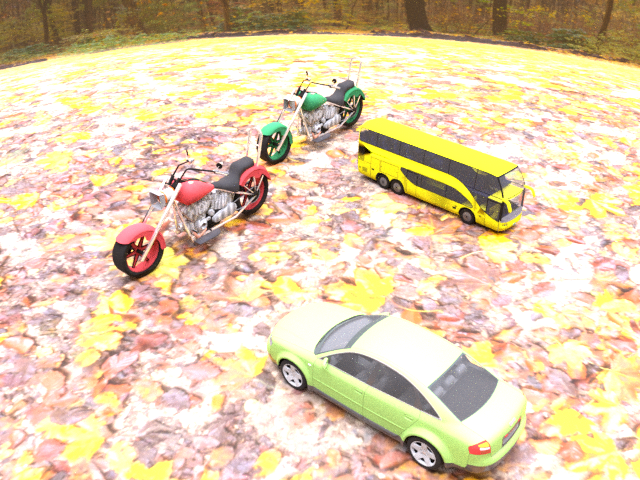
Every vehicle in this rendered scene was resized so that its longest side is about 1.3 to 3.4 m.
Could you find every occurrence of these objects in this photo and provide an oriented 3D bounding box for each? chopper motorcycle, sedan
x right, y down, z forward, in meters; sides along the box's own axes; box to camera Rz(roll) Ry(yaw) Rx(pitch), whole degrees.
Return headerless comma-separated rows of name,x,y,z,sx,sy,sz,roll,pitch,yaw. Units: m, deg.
chopper motorcycle,-1.882,-0.618,10.632,0.906,1.480,3.040,23,38,33
sedan,0.743,1.417,7.813,3.137,0.940,1.235,24,38,33
chopper motorcycle,-0.128,-2.601,13.882,0.906,1.480,3.040,24,39,34

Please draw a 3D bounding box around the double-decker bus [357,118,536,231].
double-decker bus,2.020,-1.142,11.902,3.251,1.052,0.756,27,41,37
